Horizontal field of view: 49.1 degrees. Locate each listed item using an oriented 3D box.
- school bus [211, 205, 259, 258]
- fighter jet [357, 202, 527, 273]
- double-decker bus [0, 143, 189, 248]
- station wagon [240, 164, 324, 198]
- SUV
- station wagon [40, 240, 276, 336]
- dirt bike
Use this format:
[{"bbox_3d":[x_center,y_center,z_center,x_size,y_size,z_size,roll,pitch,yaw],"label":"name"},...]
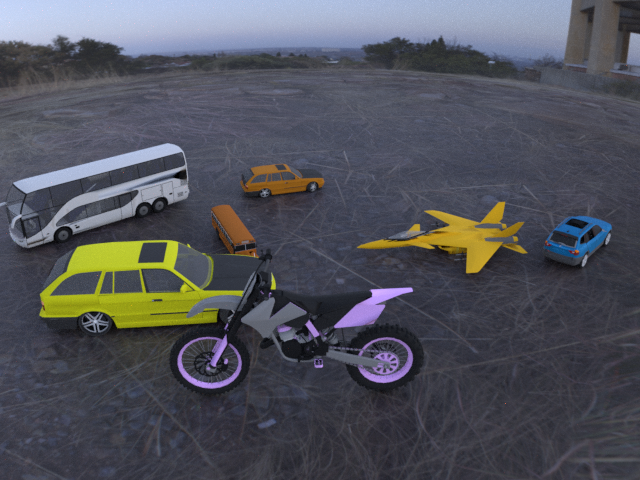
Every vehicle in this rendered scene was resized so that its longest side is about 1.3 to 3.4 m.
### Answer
[{"bbox_3d":[-1.366,-0.046,11.288,0.365,0.434,1.708,-11,29,-20],"label":"school bus"},{"bbox_3d":[1.895,-0.124,11.305,2.640,0.557,2.229,-4,27,-8],"label":"fighter jet"},{"bbox_3d":[-3.801,-0.788,12.055,3.251,1.052,0.756,-22,34,-36],"label":"double-decker bus"},{"bbox_3d":[-0.715,-1.187,13.464,1.597,0.473,0.682,-8,28,-15],"label":"station wagon"},{"bbox_3d":[4.140,-0.079,11.192,0.656,0.580,1.572,21,34,35],"label":"SUV"},{"bbox_3d":[-2.166,0.557,9.582,3.105,0.920,1.327,-3,27,-5],"label":"station wagon"},{"bbox_3d":[-0.256,1.045,7.819,2.903,1.666,1.024,-1,27,-2],"label":"dirt bike"}]
